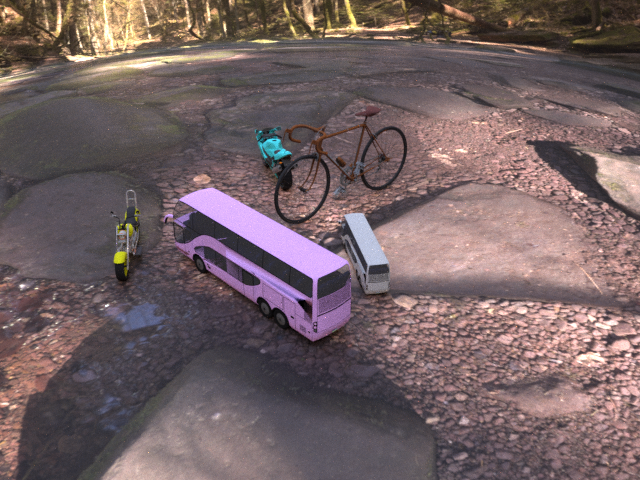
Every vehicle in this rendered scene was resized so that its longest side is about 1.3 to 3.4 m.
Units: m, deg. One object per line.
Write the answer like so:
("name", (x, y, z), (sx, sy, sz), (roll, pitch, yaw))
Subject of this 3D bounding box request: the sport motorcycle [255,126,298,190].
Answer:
("sport motorcycle", (-0.806, -1.506, 12.660), (0.506, 0.821, 1.520), (-11, 32, -19))

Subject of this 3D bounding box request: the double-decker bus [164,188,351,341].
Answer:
("double-decker bus", (-0.911, 0.212, 9.470), (0.756, 1.052, 3.251), (-25, 38, -36))

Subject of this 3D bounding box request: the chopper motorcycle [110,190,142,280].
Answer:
("chopper motorcycle", (-2.839, -0.085, 10.272), (0.466, 0.761, 1.563), (-2, 30, -4))

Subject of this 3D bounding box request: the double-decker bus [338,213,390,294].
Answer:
("double-decker bus", (0.628, 0.146, 10.092), (0.389, 0.541, 1.672), (-6, 31, -9))

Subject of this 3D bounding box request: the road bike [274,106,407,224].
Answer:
("road bike", (0.422, -1.319, 11.506), (3.004, 1.656, 0.696), (-24, 38, -35))
